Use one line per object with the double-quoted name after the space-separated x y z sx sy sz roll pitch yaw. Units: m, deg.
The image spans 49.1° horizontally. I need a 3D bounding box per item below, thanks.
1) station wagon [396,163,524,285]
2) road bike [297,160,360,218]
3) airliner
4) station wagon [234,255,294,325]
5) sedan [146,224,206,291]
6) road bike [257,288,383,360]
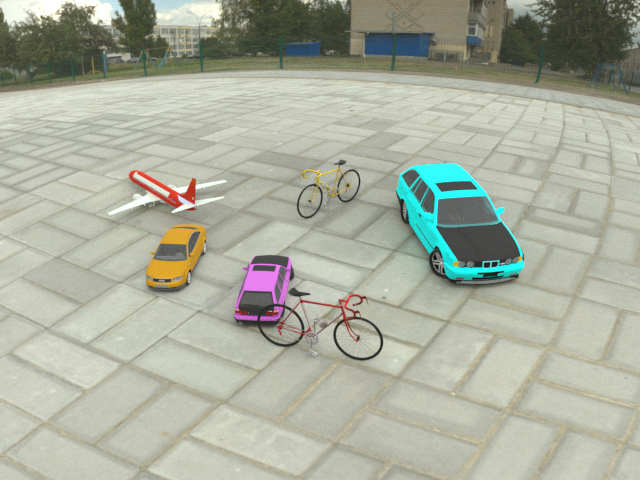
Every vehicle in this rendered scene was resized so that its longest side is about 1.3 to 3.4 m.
2.082 -0.388 10.786 1.327 0.920 3.105 -4 27 -8 "station wagon"
0.169 -0.909 11.901 0.358 0.852 1.545 24 35 39 "road bike"
-2.749 -1.008 12.116 2.257 0.835 2.541 -21 33 -35 "airliner"
-0.734 0.563 9.389 0.682 0.473 1.597 2 27 4 "station wagon"
-2.073 0.180 10.141 0.635 0.483 1.613 2 27 4 "sedan"
-0.014 0.967 8.163 1.545 0.852 0.358 8 28 15 "road bike"
